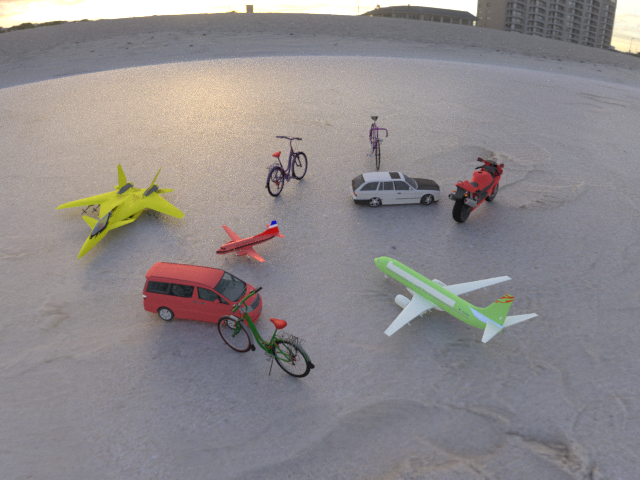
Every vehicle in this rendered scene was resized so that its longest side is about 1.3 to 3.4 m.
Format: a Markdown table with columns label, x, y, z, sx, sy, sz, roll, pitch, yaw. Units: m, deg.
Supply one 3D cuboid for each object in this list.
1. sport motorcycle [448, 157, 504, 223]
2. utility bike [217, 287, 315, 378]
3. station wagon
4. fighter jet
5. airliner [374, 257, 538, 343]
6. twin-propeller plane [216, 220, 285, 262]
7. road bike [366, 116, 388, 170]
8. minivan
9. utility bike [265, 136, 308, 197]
| label | x | y | z | sx | sy | sz | roll | pitch | yaw |
| --- | --- | --- | --- | --- | --- | --- | --- | --- | --- |
| sport motorcycle | 2.680 | -0.857 | 11.904 | 0.506 | 0.821 | 1.520 | 21 | 35 | 34 |
| utility bike | -0.692 | 1.111 | 8.166 | 1.435 | 0.946 | 0.535 | 18 | 33 | 29 |
| station wagon | 1.348 | -0.934 | 12.407 | 1.597 | 0.473 | 0.682 | -3 | 29 | -5 |
| fighter jet | -3.400 | -0.497 | 11.519 | 2.229 | 0.557 | 2.640 | 4 | 29 | 8 |
| airliner | 1.556 | 0.567 | 9.280 | 2.257 | 0.835 | 2.541 | -19 | 34 | -31 |
| twin-propeller plane | -1.107 | -0.008 | 10.779 | 1.095 | 0.407 | 1.370 | -17 | 33 | -28 |
| road bike | 1.105 | -1.990 | 13.948 | 0.358 | 0.852 | 1.545 | -1 | 29 | -2 |
| minivan | -1.541 | 0.710 | 9.246 | 1.548 | 0.616 | 0.681 | 6 | 29 | 11 |
| utility bike | -0.648 | -1.398 | 12.764 | 0.535 | 0.946 | 1.435 | 15 | 32 | 25 |
